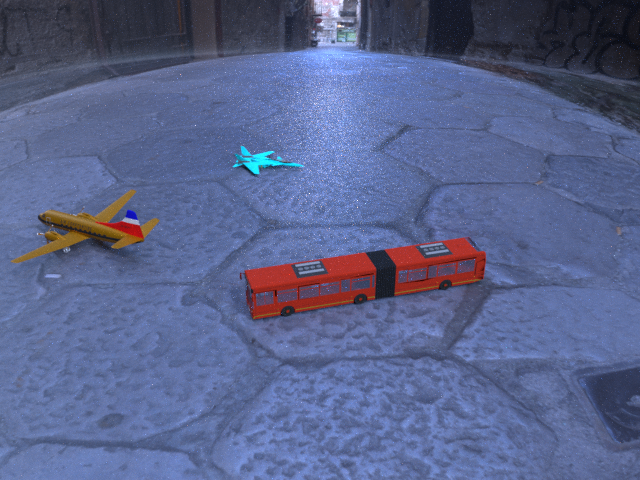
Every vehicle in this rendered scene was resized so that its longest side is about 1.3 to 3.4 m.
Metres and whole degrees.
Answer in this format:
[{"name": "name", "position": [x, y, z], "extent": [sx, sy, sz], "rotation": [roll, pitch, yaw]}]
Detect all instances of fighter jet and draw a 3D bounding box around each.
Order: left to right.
[{"name": "fighter jet", "position": [-0.969, -1.570, 13.628], "extent": [1.358, 0.286, 1.147], "rotation": [6, 30, 10]}]

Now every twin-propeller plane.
[{"name": "twin-propeller plane", "position": [-3.574, -0.277, 10.794], "extent": [2.129, 0.792, 2.663], "rotation": [13, 32, 22]}]

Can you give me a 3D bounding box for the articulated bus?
[{"name": "articulated bus", "position": [0.637, 0.500, 9.640], "extent": [3.401, 0.561, 0.605], "rotation": [-8, 30, -14]}]
